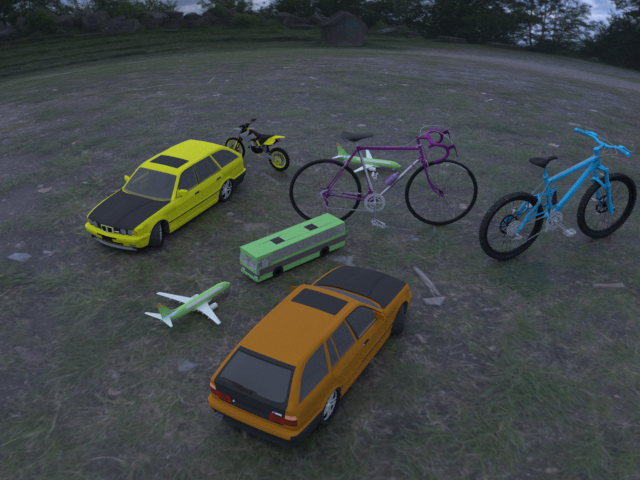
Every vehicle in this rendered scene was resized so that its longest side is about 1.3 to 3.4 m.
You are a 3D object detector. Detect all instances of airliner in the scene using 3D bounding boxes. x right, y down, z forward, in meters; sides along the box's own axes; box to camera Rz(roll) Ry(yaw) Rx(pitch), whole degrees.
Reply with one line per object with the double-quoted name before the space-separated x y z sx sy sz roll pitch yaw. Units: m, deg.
"airliner" 0.919 -1.593 13.423 1.307 0.429 1.161 8 30 14
"airliner" -1.646 0.747 9.236 1.161 0.429 1.307 20 35 32

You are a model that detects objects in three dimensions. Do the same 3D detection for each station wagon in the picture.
"station wagon" 0.031 1.052 8.186 1.327 0.920 3.105 16 33 26
"station wagon" -2.501 -0.869 11.624 1.327 0.920 3.105 14 32 24

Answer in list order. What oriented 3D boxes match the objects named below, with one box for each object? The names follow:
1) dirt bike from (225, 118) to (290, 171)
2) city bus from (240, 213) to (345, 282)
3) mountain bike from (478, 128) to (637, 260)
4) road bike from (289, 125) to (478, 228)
"dirt bike" -1.224 -1.823 13.397 1.493 0.857 0.527 16 33 26
"city bus" -0.380 0.110 10.344 1.674 0.460 0.476 -22 36 -34
"mountain bike" 3.627 -0.622 10.396 2.857 1.688 1.114 -11 31 -19
"road bike" 1.009 -0.967 11.046 3.004 1.656 0.697 0 29 0
